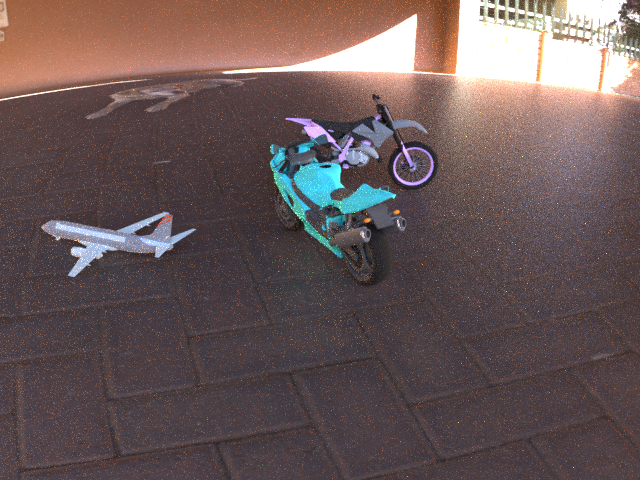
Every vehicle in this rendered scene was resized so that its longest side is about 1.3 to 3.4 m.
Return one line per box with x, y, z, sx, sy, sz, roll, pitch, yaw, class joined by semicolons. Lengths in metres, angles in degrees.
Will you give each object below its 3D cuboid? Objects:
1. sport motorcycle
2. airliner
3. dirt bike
0.109;-0.496;10.158;0.983;1.596;2.955;-16;31;-29;sport motorcycle
-3.185;-0.193;10.404;2.541;0.835;2.257;11;29;21;airliner
0.673;-1.644;12.365;2.903;1.666;1.024;-1;27;-2;dirt bike
